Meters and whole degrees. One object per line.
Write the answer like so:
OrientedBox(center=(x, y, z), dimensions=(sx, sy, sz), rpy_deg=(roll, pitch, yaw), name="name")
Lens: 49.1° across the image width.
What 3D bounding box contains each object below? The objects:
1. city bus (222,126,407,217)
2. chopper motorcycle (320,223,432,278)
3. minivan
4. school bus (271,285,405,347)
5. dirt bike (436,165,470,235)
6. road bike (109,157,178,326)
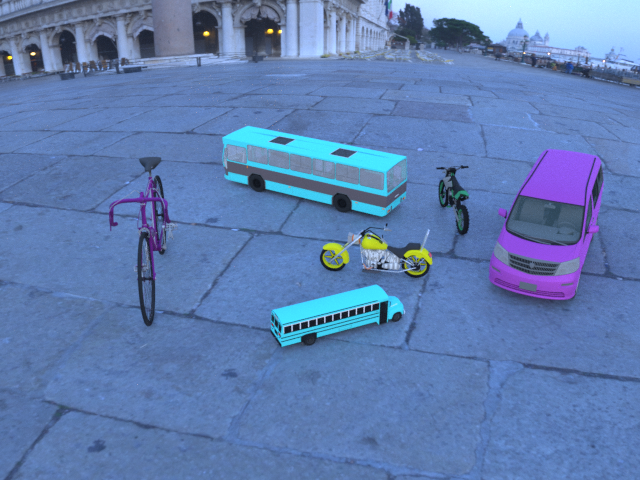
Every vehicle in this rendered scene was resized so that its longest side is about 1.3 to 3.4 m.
OrientedBox(center=(-0.146, -1.195, 12.109), dimensions=(3.255, 0.894, 0.926), rpy_deg=(15, 31, 27), name="city bus")
OrientedBox(center=(0.772, 0.133, 9.665), dimensions=(1.563, 0.761, 0.466), rpy_deg=(6, 28, 11), name="chopper motorcycle")
OrientedBox(center=(3.320, -0.297, 10.026), dimensions=(1.324, 1.197, 3.011), rpy_deg=(13, 30, 23), name="minivan")
OrientedBox(center=(0.250, 0.900, 8.529), dimensions=(1.708, 0.434, 0.365), rpy_deg=(-12, 29, -22), name="school bus")
OrientedBox(center=(2.138, -0.720, 11.224), dimensions=(0.527, 0.857, 1.493), rpy_deg=(-3, 27, -6), name="dirt bike")
OrientedBox(center=(-2.226, -0.164, 9.265), dimensions=(0.696, 1.656, 3.004), rpy_deg=(-3, 27, -6), name="road bike")
